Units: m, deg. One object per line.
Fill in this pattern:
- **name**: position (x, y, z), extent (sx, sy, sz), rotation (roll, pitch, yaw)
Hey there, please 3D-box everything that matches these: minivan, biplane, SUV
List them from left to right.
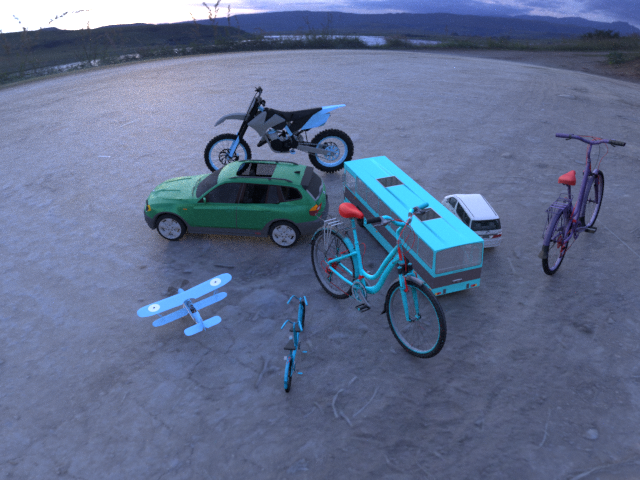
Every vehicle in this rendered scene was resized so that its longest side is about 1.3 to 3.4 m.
- **biplane**: position (-1.745, 0.937, 9.416), extent (1.336, 0.504, 1.090), rotation (-15, 33, -24)
- **SUV**: position (-1.381, -0.698, 11.617), extent (3.058, 1.128, 1.276), rotation (4, 30, 6)
- **minivan**: position (2.499, -0.423, 11.655), extent (0.681, 0.616, 1.548), rotation (-4, 30, -7)

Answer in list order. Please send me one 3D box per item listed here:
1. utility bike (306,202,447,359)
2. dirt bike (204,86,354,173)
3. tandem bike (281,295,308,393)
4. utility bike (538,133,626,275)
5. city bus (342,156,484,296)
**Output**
- **utility bike**: position (0.749, 0.264, 9.245), extent (1.039, 1.839, 2.791), rotation (-21, 36, -32)
- **dirt bike**: position (-0.772, -1.985, 13.304), extent (2.903, 1.666, 1.024), rotation (-4, 30, -7)
- **tandem bike**: position (-0.313, 1.207, 8.772), extent (0.283, 0.682, 1.642), rotation (3, 30, 6)
- **utility bike**: position (3.907, -0.665, 10.851), extent (1.039, 1.839, 2.791), rotation (20, 36, 31)
- **city bus**: position (1.354, -0.287, 11.140), extent (0.926, 0.894, 3.255), rotation (-11, 32, -18)
